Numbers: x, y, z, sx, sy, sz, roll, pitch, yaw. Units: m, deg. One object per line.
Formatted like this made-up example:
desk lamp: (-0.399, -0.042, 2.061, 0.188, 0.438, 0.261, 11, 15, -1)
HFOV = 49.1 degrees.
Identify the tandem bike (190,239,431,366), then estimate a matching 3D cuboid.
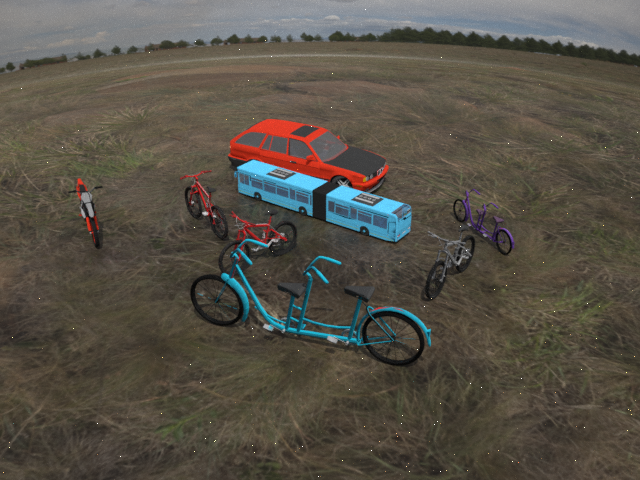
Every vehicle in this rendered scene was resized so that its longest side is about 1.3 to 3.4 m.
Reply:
tandem bike: (-0.200, 0.749, 8.566, 3.192, 1.326, 0.550, 10, 30, 18)

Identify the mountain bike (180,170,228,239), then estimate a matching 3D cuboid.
mountain bike: (-1.892, -0.601, 11.519, 0.573, 0.868, 1.469, -19, 34, -31)

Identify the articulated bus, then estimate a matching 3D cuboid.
articulated bus: (-0.029, -0.717, 12.054, 3.401, 0.561, 0.605, 19, 34, 31)

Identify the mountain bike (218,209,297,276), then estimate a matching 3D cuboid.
mountain bike: (-0.914, -0.020, 10.453, 1.469, 0.868, 0.573, -23, 36, -36)

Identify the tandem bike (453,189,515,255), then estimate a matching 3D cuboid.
tandem bike: (2.612, -0.346, 11.247, 0.283, 0.682, 1.642, -12, 31, -21)

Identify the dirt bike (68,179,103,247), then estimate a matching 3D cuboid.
dirt bike: (-3.767, -0.509, 11.363, 0.527, 0.857, 1.493, -12, 31, -22)

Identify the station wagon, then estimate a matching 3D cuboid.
station wagon: (-0.225, -1.646, 13.381, 3.105, 0.920, 1.327, 15, 32, 25)

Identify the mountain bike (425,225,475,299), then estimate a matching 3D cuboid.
mountain bike: (1.883, 0.241, 9.976, 0.573, 0.868, 1.469, 19, 34, 31)
